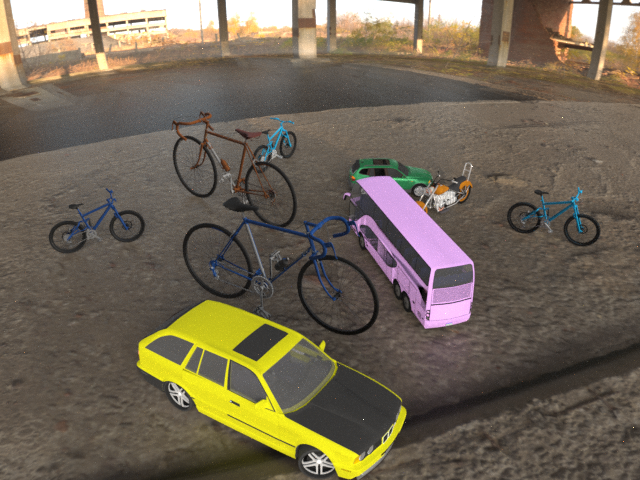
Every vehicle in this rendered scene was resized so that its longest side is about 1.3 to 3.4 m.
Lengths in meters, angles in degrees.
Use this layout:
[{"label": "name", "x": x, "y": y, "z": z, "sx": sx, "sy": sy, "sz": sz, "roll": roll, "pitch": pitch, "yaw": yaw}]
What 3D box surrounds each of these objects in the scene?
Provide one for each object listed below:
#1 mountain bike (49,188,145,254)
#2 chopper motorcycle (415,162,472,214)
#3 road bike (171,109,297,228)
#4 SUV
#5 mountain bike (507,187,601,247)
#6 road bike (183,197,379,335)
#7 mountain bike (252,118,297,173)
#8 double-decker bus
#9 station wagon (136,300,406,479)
[{"label": "mountain bike", "x": -3.498, "y": -0.265, "z": 10.958, "sx": 1.469, "sy": 0.868, "sz": 0.573, "roll": -12, "pitch": 31, "yaw": -20}, {"label": "chopper motorcycle", "x": 2.076, "y": -0.803, "z": 12.042, "sx": 1.563, "sy": 0.761, "sz": 0.466, "roll": -22, "pitch": 36, "yaw": -34}, {"label": "road bike", "x": -1.531, "y": -1.238, "z": 11.903, "sx": 3.004, "sy": 1.656, "sz": 0.696, "roll": 22, "pitch": 36, "yaw": 34}, {"label": "SUV", "x": 1.304, "y": -1.183, "z": 12.915, "sx": 1.572, "sy": 0.580, "sz": 0.656, "roll": 0, "pitch": 29, "yaw": 1}, {"label": "mountain bike", "x": 3.741, "y": -0.393, "z": 11.188, "sx": 1.469, "sy": 0.868, "sz": 0.573, "roll": 14, "pitch": 32, "yaw": 24}, {"label": "road bike", "x": -0.600, "y": 0.286, "z": 9.146, "sx": 3.004, "sy": 1.656, "sz": 0.696, "roll": 14, "pitch": 32, "yaw": 24}, {"label": "mountain bike", "x": -0.893, "y": -1.895, "z": 13.907, "sx": 0.573, "sy": 0.868, "sz": 1.469, "roll": 17, "pitch": 33, "yaw": 28}, {"label": "double-decker bus", "x": 1.209, "y": 0.031, "z": 10.231, "sx": 0.756, "sy": 1.052, "sz": 3.251, "roll": -8, "pitch": 30, "yaw": -15}, {"label": "station wagon", "x": -0.578, "y": 1.500, "z": 7.709, "sx": 3.105, "sy": 0.920, "sz": 1.327, "roll": 18, "pitch": 33, "yaw": 29}]
